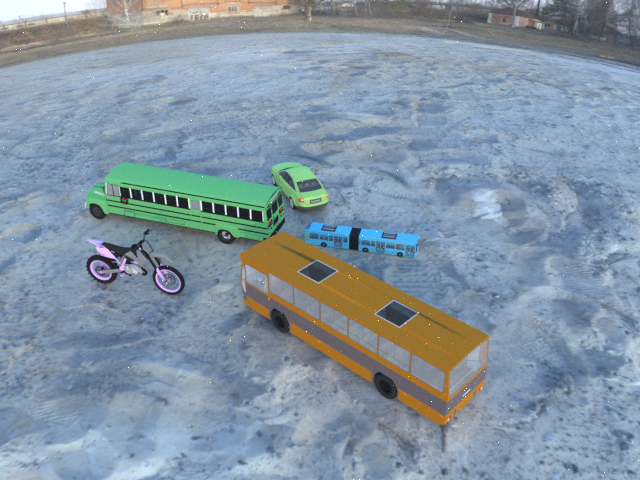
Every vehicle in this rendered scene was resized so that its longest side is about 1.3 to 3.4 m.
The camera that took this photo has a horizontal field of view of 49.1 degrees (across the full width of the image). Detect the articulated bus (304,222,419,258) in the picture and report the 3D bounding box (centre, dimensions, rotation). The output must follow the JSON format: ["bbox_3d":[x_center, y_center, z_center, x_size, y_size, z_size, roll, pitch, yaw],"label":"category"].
[{"bbox_3d":[0.635,-0.005,10.629,1.749,0.289,0.311,7,33,11],"label":"articulated bus"}]

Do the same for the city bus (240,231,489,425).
[{"bbox_3d":[0.408,0.978,8.485,3.255,0.894,0.926,26,41,35],"label":"city bus"}]

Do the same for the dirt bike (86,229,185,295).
[{"bbox_3d":[-2.557,0.314,9.582,1.493,0.857,0.527,8,33,13],"label":"dirt bike"}]

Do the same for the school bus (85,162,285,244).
[{"bbox_3d":[-2.222,-0.619,11.089,3.322,0.844,0.709,10,33,16],"label":"school bus"}]

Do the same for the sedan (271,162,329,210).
[{"bbox_3d":[-0.375,-1.013,12.059,0.635,0.483,1.613,-13,34,-19],"label":"sedan"}]
